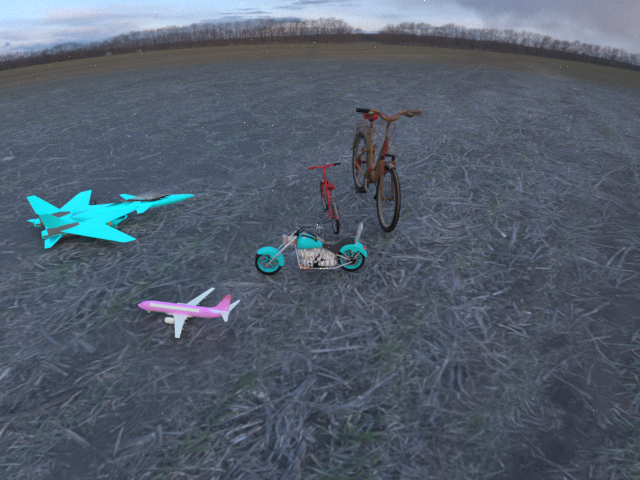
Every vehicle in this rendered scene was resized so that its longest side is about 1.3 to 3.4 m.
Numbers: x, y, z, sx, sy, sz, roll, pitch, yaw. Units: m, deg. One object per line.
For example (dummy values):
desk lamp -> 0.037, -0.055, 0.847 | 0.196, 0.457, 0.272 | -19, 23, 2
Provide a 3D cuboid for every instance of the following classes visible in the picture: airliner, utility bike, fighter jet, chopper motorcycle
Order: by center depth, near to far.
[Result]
airliner -> -1.694, 0.796, 8.765 | 1.307, 0.429, 1.161 | 6, 28, 12
chopper motorcycle -> -0.126, 0.119, 9.710 | 1.563, 0.761, 0.466 | -1, 27, -1
utility bike -> 0.099, -0.704, 11.100 | 0.535, 0.946, 1.435 | -5, 28, -9
fighter jet -> -3.262, -0.588, 11.298 | 2.640, 0.557, 2.229 | -17, 32, -29
utility bike -> 0.988, -1.386, 11.445 | 1.039, 1.839, 2.791 | -5, 28, -10
